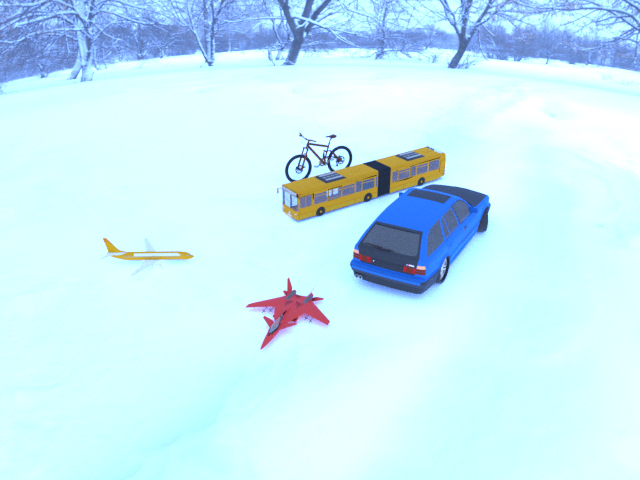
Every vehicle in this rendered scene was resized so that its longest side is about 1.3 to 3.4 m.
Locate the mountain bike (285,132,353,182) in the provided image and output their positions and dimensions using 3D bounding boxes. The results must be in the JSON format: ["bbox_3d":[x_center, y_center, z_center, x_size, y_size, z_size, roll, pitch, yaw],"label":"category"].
[{"bbox_3d":[-0.011,-1.557,13.061,1.469,0.868,0.573,-16,31,-28],"label":"mountain bike"}]

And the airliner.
[{"bbox_3d":[-2.500,0.148,10.194,1.307,0.429,1.161,-1,27,-3],"label":"airliner"}]

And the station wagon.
[{"bbox_3d":[1.627,-0.274,10.481,1.327,0.920,3.105,14,30,26],"label":"station wagon"}]

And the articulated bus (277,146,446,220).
[{"bbox_3d":[0.834,-1.046,12.394,3.401,0.561,0.605,-18,32,-31],"label":"articulated bus"}]

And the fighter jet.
[{"bbox_3d":[-0.459,0.931,8.813,1.147,0.286,1.358,10,29,19],"label":"fighter jet"}]
